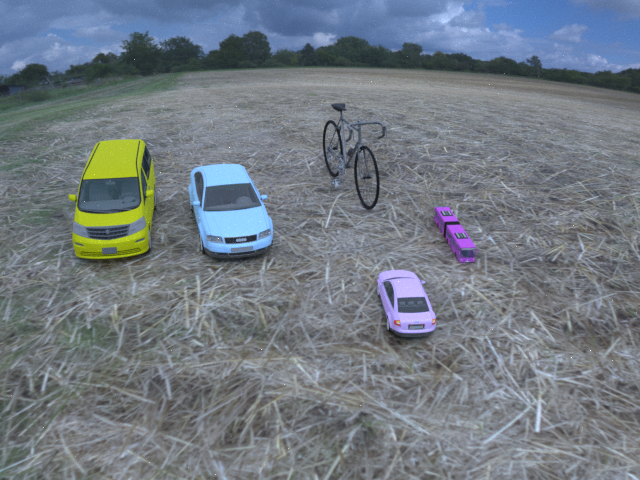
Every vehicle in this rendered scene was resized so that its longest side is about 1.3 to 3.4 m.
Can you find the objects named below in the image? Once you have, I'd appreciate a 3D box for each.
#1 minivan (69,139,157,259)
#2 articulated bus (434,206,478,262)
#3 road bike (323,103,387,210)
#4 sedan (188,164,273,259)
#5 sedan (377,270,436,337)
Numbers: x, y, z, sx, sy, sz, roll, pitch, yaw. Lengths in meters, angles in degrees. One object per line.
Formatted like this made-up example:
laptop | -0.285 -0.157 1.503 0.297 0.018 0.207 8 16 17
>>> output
minivan | -3.422 -0.742 11.794 1.324 1.197 3.011 -4 25 -8
articulated bus | 2.200 -0.119 11.526 0.311 0.289 1.749 -2 25 -4
road bike | 0.548 -1.720 13.369 0.696 1.656 3.004 -8 26 -17
sedan | -1.569 -0.657 11.916 1.235 0.940 3.137 -6 25 -13
sedan | 1.139 0.758 9.388 0.635 0.483 1.613 -2 25 -4
